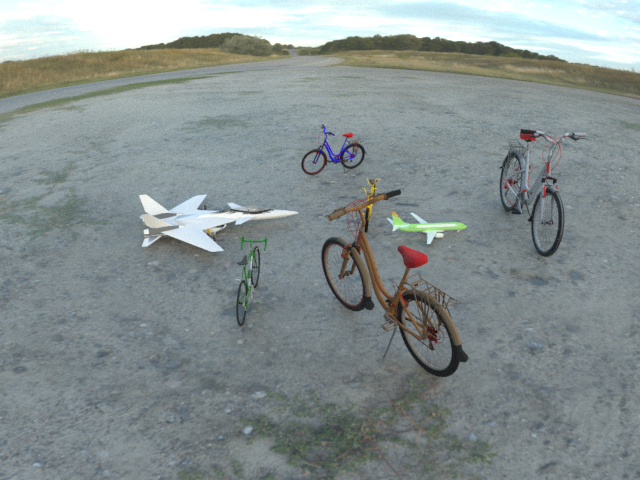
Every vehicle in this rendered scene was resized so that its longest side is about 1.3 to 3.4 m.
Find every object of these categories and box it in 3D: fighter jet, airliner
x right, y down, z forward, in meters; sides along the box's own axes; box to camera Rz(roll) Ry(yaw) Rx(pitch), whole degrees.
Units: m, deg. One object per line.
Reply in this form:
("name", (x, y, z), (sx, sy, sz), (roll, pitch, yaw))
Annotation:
("fighter jet", (-1.638, -0.464, 11.575), (2.640, 0.557, 2.229), (-7, 28, -13))
("airliner", (1.771, -0.293, 11.380), (1.307, 0.429, 1.161), (-3, 27, -6))

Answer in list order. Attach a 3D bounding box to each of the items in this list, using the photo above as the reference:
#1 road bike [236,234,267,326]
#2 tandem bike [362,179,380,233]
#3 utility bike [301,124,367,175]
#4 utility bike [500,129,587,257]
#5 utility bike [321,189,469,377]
("road bike", (-0.957, 0.486, 9.390), (0.358, 0.852, 1.545), (3, 27, 5))
("tandem bike", (0.864, -0.720, 11.940), (0.283, 0.682, 1.642), (4, 27, 8))
("utility bike", (0.315, -1.753, 13.673), (1.435, 0.946, 0.535), (-12, 29, -21))
("utility bike", (3.490, -1.012, 11.240), (1.039, 1.839, 2.791), (-2, 27, -4))
("utility bike", (0.718, 0.463, 8.350), (1.039, 1.839, 2.791), (-17, 31, -29))
